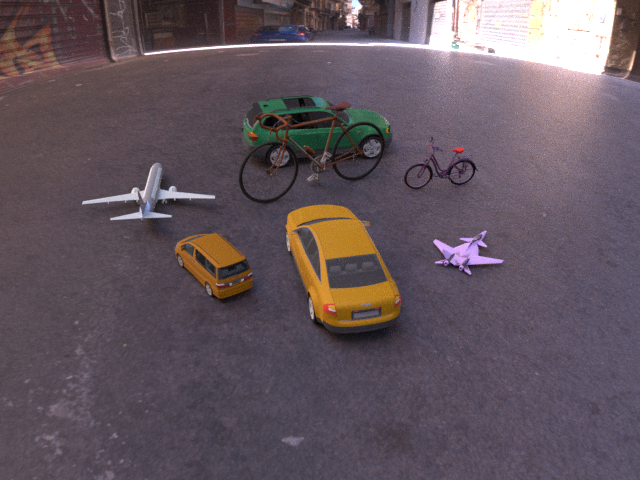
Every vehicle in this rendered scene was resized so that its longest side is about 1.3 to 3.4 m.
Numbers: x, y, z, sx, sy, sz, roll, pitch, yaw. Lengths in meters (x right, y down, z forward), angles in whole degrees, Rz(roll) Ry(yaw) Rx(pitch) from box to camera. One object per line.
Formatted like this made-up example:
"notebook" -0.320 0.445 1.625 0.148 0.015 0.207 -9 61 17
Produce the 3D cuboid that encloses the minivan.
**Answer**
"minivan" -1.606 0.272 10.345 0.681 0.616 1.548 -20 36 -30

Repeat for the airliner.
"airliner" -2.980 -0.998 12.260 2.257 0.835 2.541 -3 31 -5

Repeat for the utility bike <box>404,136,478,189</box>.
"utility bike" 2.251 -1.362 12.761 1.435 0.946 0.535 -6 31 -10

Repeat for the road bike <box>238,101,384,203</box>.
"road bike" -0.088 -1.623 12.506 3.004 1.656 0.697 -16 34 -25

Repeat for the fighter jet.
"fighter jet" 2.372 0.064 11.014 1.147 0.286 1.358 19 36 28

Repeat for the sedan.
"sedan" 0.251 0.190 10.166 1.235 0.940 3.137 -7 31 -11

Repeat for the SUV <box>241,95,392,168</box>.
"SUV" -0.060 -2.290 14.138 3.058 1.128 1.276 -7 32 -11
